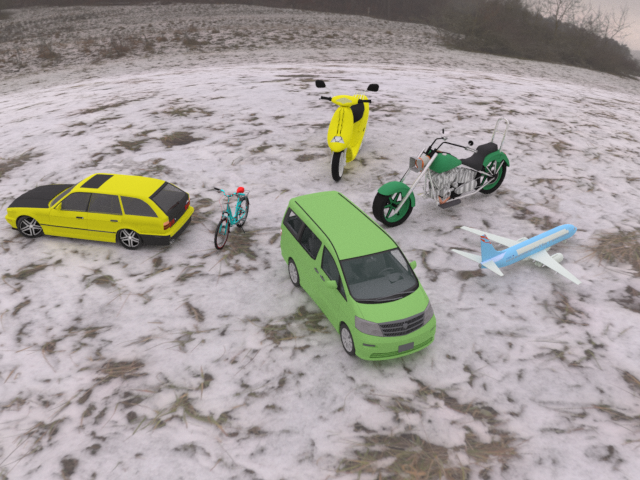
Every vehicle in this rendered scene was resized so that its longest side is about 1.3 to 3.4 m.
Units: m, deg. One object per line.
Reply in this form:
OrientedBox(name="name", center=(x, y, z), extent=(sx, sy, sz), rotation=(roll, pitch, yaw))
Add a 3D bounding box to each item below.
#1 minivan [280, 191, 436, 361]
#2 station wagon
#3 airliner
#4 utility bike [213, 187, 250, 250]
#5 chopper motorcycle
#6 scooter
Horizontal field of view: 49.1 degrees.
OrientedBox(name="minivan", center=(0.453, 0.402, 9.707), extent=(1.324, 1.197, 3.011), rotation=(-12, 30, -21))
OrientedBox(name="station wagon", center=(-3.770, -0.593, 11.861), extent=(3.105, 0.920, 1.327), rotation=(6, 29, 11))
OrientedBox(name="airliner", center=(3.278, -0.040, 10.917), extent=(2.541, 0.835, 2.257), rotation=(-20, 34, -32))
OrientedBox(name="utility bike", center=(-1.403, -0.473, 11.608), extent=(0.535, 0.946, 1.435), rotation=(8, 29, 15))
OrientedBox(name="chopper motorcycle", center=(2.224, -1.230, 12.457), extent=(3.040, 1.480, 0.906), rotation=(-17, 33, -29))
OrientedBox(name="scooter", center=(0.600, -2.459, 14.430), extent=(1.288, 1.786, 2.721), rotation=(7, 29, 12))
